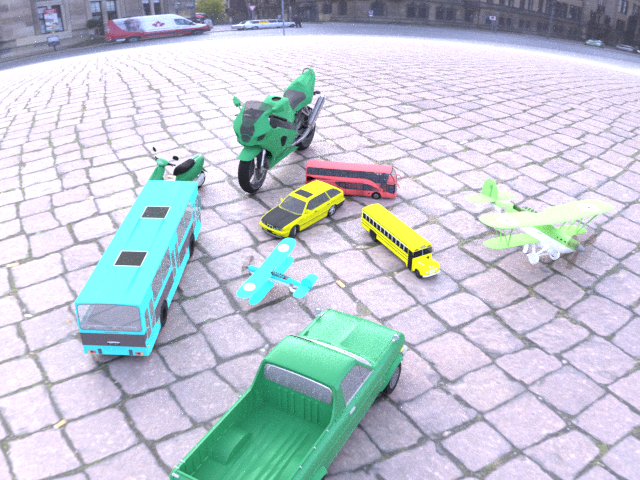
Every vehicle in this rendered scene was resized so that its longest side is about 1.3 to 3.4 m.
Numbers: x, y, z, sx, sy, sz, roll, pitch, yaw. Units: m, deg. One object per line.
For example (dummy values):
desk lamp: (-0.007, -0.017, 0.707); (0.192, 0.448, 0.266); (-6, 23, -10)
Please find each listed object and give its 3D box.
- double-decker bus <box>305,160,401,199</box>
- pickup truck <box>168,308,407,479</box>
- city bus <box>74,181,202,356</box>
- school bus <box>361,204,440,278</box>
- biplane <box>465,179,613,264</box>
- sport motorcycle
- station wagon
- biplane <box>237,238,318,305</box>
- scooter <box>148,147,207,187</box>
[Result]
double-decker bus: (0.579, -1.061, 12.287); (1.672, 0.541, 0.389); (5, 32, 9)
pickup truck: (-0.183, 1.688, 7.317); (1.244, 0.993, 3.117); (16, 35, 25)
city bus: (-2.378, 0.293, 9.712); (0.926, 0.894, 3.255); (2, 31, 3)
school bus: (1.215, 0.002, 10.636); (0.365, 0.434, 1.708); (-16, 35, -24)
biplane: (3.192, -0.298, 10.605); (2.598, 0.981, 2.120); (-17, 35, -26)
sport motorcycle: (-0.756, -2.062, 12.921); (0.983, 1.596, 2.955); (13, 33, 20)
station wagon: (-0.288, -0.547, 11.504); (0.682, 0.473, 1.597); (24, 38, 34)
biplane: (-0.586, 0.535, 9.690); (1.090, 0.504, 1.336); (16, 35, 24)
scooter: (-2.498, -1.156, 12.080); (0.662, 0.919, 1.399); (24, 38, 33)
